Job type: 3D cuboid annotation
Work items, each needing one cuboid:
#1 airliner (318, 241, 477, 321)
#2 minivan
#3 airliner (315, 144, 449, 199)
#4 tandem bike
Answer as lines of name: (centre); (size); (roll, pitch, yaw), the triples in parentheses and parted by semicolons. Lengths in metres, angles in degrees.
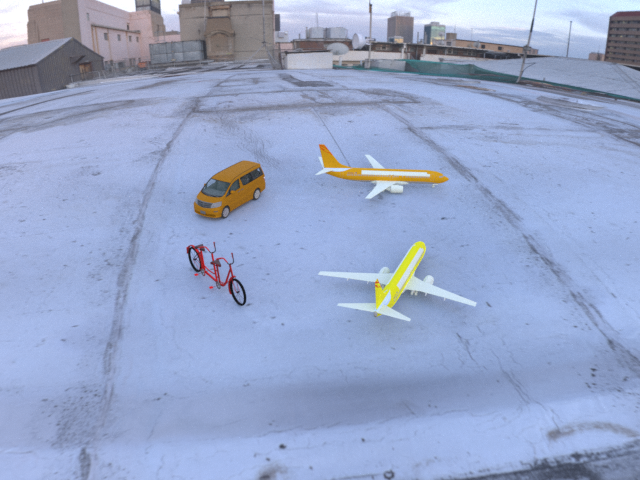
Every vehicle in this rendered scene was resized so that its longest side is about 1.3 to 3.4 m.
airliner: (1.141, 0.381, 9.853); (2.257, 0.835, 2.541); (10, 29, 20)
minivan: (-1.631, -0.922, 12.658); (0.681, 0.616, 1.548); (15, 31, 27)
airliner: (1.201, -1.408, 13.371); (2.541, 0.835, 2.257); (1, 27, 3)
tandem bike: (-1.513, 0.374, 10.035); (0.283, 0.682, 1.642); (-20, 33, -33)
